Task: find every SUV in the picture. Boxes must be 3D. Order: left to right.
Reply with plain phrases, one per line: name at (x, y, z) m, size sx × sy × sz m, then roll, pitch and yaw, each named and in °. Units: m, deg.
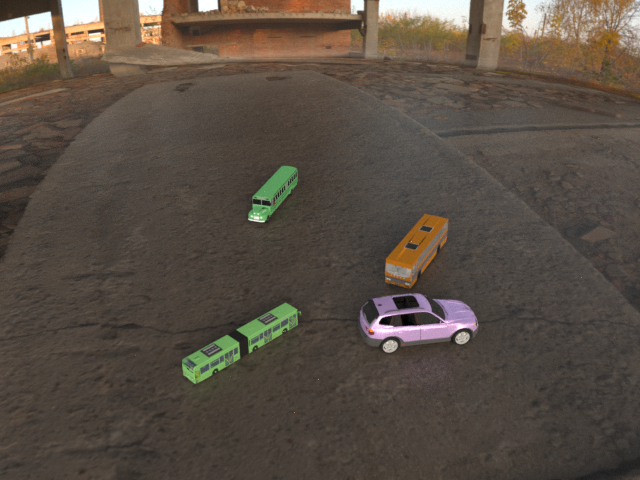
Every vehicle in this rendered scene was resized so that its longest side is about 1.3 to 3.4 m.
SUV at (1.286, 1.024, 9.160) m, size 1.572 × 0.580 × 0.656 m, roll -5°, pitch 29°, yaw -9°

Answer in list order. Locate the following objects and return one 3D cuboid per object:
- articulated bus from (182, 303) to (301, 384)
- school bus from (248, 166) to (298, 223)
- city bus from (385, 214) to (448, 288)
articulated bus at (-0.974, 1.294, 8.972) m, size 0.311 × 0.289 × 1.749 m, roll 25°, pitch 37°, yaw 38°
school bus at (-0.843, -0.831, 12.689) m, size 0.365 × 0.434 × 1.708 m, roll 9°, pitch 30°, yaw 16°
city bus at (1.517, 0.164, 10.852) m, size 0.476 × 0.460 × 1.674 m, roll 14°, pitch 32°, yaw 24°
